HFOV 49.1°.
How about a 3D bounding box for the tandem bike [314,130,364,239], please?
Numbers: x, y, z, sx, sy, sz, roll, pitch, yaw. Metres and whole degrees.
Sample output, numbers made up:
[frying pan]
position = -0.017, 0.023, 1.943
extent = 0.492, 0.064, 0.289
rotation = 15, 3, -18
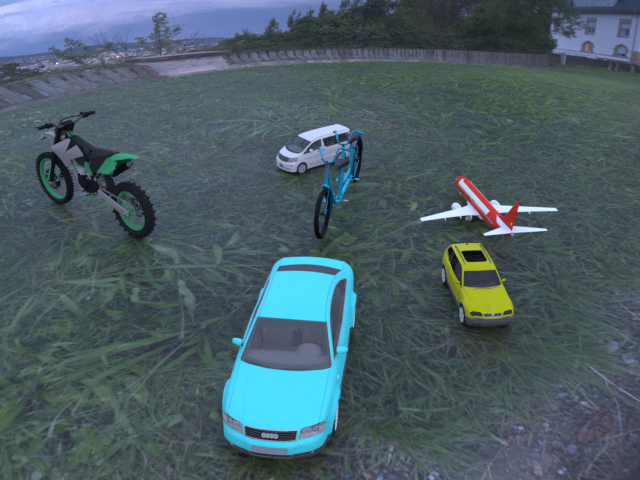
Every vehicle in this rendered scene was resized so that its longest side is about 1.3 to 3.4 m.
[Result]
[tandem bike]
position = 0.357, -1.180, 11.603
extent = 0.550, 1.326, 3.192
rotation = 7, 29, 13

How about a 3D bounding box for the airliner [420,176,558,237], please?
[airliner]
position = 2.635, -0.700, 11.226
extent = 2.257, 0.835, 2.541
rotation = -4, 28, -8

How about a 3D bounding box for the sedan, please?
[sedan]
position = -0.266, 1.070, 7.808
extent = 1.235, 0.940, 3.137
rotation = 4, 28, 7

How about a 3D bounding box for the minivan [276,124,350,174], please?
[minivan]
position = -0.105, -1.759, 13.436
extent = 1.548, 0.616, 0.681
rotation = -20, 34, -32

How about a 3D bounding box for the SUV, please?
[SUV]
position = 2.041, 0.541, 9.178
extent = 0.656, 0.580, 1.572
rotation = -2, 28, -4

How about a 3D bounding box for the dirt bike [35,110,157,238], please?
[dirt bike]
position = -3.664, -1.072, 11.039
extent = 2.903, 1.666, 1.024
rotation = 20, 34, 32
